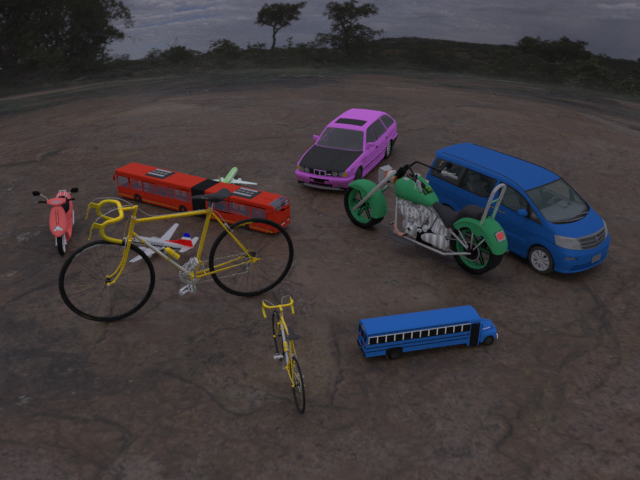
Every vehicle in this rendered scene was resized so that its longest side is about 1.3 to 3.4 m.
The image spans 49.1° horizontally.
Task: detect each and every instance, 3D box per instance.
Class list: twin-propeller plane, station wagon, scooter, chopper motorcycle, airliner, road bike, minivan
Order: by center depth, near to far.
[{"bbox_3d":[-0.360,1.203,7.683,0.358,0.852,1.545,-7,27,-14],"label":"road bike"},{"bbox_3d":[-1.771,0.156,8.888,3.004,1.656,0.697,-9,28,-17],"label":"road bike"},{"bbox_3d":[1.488,-0.527,10.465,0.906,1.480,3.040,-22,34,-37],"label":"chopper motorcycle"},{"bbox_3d":[-2.408,0.014,10.581,1.095,0.407,1.370,8,28,16],"label":"twin-propeller plane"},{"bbox_3d":[3.000,-0.551,10.832,1.324,1.197,3.011,-19,32,-33],"label":"minivan"},{"bbox_3d":[-4.028,-0.422,10.885,0.662,0.919,1.399,-6,27,-12],"label":"scooter"},{"bbox_3d":[-1.715,-1.215,13.035,1.161,0.429,1.307,3,27,7],"label":"airliner"},{"bbox_3d":[0.576,-1.879,13.822,1.327,0.920,3.105,11,28,20],"label":"station wagon"}]

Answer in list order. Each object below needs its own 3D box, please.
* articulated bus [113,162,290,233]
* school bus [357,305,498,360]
[{"bbox_3d":[-2.075,-0.748,11.945,3.401,0.561,0.605,14,30,26],"label":"articulated bus"},{"bbox_3d":[1.310,1.091,8.379,1.708,0.434,0.365,-6,27,-12],"label":"school bus"}]
